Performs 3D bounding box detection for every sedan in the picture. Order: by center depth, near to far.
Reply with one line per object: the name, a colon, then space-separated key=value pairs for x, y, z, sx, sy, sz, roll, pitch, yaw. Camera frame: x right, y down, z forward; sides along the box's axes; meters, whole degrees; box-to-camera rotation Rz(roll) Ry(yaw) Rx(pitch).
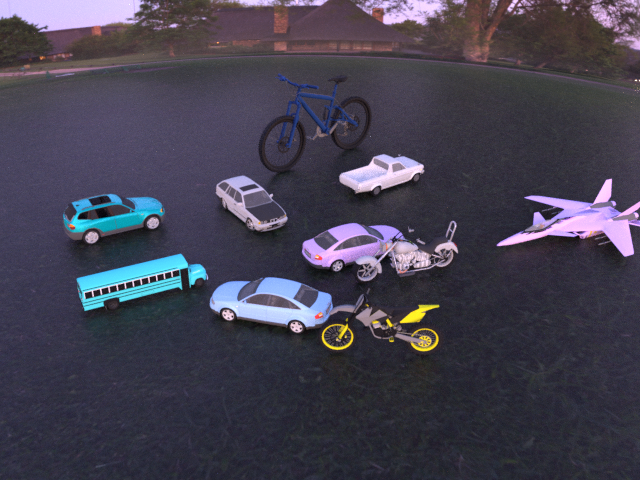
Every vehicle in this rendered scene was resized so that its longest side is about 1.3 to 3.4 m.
sedan: x=-0.642 y=0.768 z=9.012 sx=1.613 sy=0.483 sz=0.635 roll=8 pitch=30 yaw=14
sedan: x=0.521 y=0.031 z=10.359 sx=1.613 sy=0.483 sz=0.635 roll=-14 pitch=31 yaw=-23

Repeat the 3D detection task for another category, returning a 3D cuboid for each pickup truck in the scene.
pickup truck: x=1.131 y=-1.223 z=12.626 sx=1.603 sy=0.511 sz=0.640 roll=-19 pitch=34 yaw=-31

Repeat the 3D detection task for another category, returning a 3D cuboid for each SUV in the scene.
SUV: x=-3.256 y=-0.420 z=11.083 sx=1.572 sy=0.580 sz=0.656 roll=-15 pitch=32 yaw=-26

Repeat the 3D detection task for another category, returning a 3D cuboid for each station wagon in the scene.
station wagon: x=-1.149 y=-0.645 z=11.607 sx=0.682 sy=0.473 sz=1.597 roll=-17 pitch=33 yaw=-29

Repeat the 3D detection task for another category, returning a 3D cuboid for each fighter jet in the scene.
fighter jet: x=3.858 y=-0.339 z=10.960 sx=2.640 sy=0.557 sz=2.229 roll=-13 pitch=31 yaw=-22

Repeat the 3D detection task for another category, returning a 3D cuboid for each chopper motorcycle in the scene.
chopper motorcycle: x=1.211 y=0.170 z=9.815 sx=1.563 sy=0.761 sz=0.466 roll=-8 pitch=30 yaw=-15

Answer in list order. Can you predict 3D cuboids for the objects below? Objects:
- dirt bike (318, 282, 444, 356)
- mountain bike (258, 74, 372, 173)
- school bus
dirt bike: x=0.721 y=0.993 z=8.210 sx=1.493 sy=0.857 sz=0.527 roll=1 pitch=29 yaw=2
mountain bike: x=-0.037 y=-2.333 z=13.430 sx=2.857 sy=1.688 sz=1.114 roll=-23 pitch=36 yaw=-36
school bus: x=-2.369 y=0.549 z=9.463 sx=1.708 sy=0.434 sz=0.365 roll=-14 pitch=32 yaw=-24
